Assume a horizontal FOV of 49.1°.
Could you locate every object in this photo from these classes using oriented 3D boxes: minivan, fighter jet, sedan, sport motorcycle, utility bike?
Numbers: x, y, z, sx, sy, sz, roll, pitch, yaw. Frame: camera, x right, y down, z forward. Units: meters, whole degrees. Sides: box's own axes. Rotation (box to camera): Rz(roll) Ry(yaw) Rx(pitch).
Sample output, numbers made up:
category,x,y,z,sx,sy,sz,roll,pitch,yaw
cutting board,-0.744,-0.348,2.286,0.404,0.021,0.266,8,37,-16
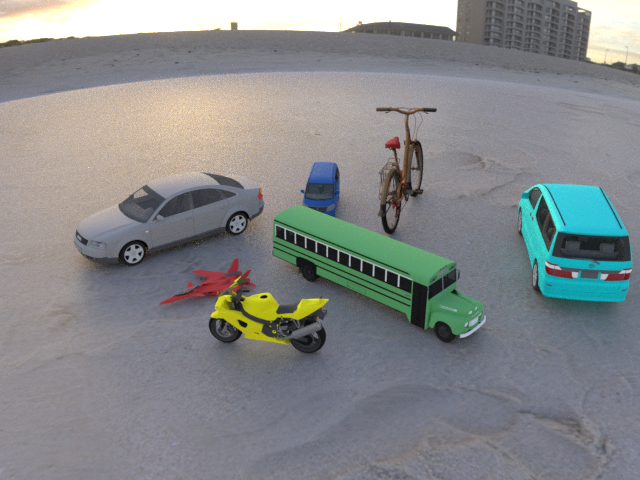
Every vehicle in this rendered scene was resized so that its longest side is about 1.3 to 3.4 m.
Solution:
category,x,y,z,sx,sy,sz,roll,pitch,yaw
minivan,0.028,-0.860,12.403,0.681,0.616,1.548,2,27,5
fighter jet,-1.623,0.628,9.783,1.358,0.286,1.147,-17,31,-30
minivan,3.704,-0.190,10.404,1.324,1.197,3.011,4,27,7
sedan,-2.387,-0.477,11.269,3.137,0.940,1.235,-18,32,-32
sport motorcycle,-0.641,0.957,8.522,1.520,0.821,0.506,5,27,10
utility bike,1.335,-1.307,11.928,1.039,1.839,2.791,9,28,18

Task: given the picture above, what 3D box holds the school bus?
category,x,y,z,sx,sy,sz,roll,pitch,yaw
school bus,0.734,0.388,9.640,3.322,0.844,0.709,22,34,37
